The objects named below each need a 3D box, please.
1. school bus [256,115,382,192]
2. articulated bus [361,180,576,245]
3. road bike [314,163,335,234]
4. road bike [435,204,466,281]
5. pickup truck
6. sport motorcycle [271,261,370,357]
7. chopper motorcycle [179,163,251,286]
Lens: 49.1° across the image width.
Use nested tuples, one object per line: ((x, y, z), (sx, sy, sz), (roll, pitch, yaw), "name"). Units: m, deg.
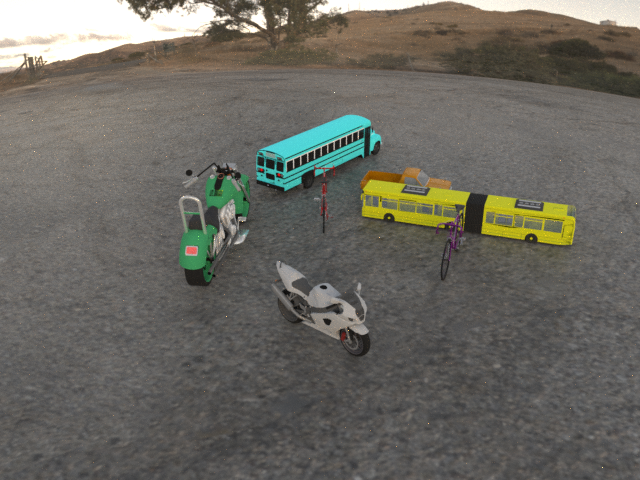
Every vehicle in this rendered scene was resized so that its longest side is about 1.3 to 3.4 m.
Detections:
((0.101, -1.753, 13.593), (0.709, 0.844, 3.322), (18, 32, 32), "school bus")
((2.328, -0.463, 11.319), (3.401, 0.561, 0.605), (9, 28, 18), "articulated bus")
((0.067, -0.726, 11.521), (0.358, 0.852, 1.545), (0, 26, 1), "road bike")
((1.933, -0.035, 10.133), (0.358, 0.852, 1.545), (10, 28, 19), "road bike")
((1.537, -0.995, 12.445), (1.603, 0.511, 0.640), (8, 28, 16), "pickup truck")
((0.017, 0.821, 8.450), (1.520, 0.821, 0.506), (23, 35, 38), "sport motorcycle")
((-1.480, -0.495, 10.354), (0.906, 1.480, 3.040), (3, 27, 6), "chopper motorcycle")
